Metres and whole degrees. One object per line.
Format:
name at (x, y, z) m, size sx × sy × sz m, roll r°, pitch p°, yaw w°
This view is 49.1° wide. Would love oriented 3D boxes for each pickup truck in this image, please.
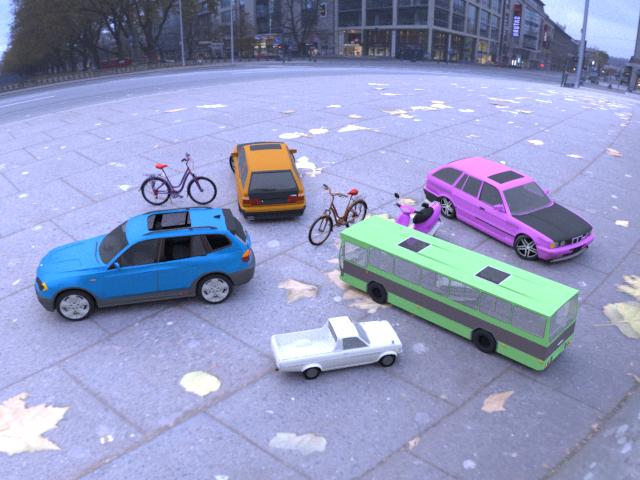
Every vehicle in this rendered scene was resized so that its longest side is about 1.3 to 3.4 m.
pickup truck at (0.203, 1.275, 8.628) m, size 1.603 × 0.511 × 0.640 m, roll -7°, pitch 28°, yaw -13°

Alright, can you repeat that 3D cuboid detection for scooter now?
scooter at (1.532, -0.300, 11.234) m, size 0.662 × 0.919 × 1.399 m, roll 23°, pitch 35°, yaw 37°

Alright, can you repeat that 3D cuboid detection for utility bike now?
utility bike at (-2.604, -1.102, 12.759) m, size 1.435 × 0.946 × 0.535 m, roll -1°, pitch 27°, yaw -1°
utility bike at (0.367, -0.461, 11.516) m, size 1.435 × 0.946 × 0.535 m, roll -24°, pitch 36°, yaw -39°

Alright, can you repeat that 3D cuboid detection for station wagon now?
station wagon at (3.152, -0.633, 11.879) m, size 1.327 × 0.920 × 3.105 m, roll -16°, pitch 32°, yaw -29°
station wagon at (-1.022, -1.360, 13.287) m, size 1.327 × 0.920 × 3.105 m, roll -4°, pitch 28°, yaw -8°

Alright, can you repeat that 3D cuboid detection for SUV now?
SUV at (-2.459, 0.242, 9.956) m, size 3.058 × 1.128 × 1.276 m, roll -6°, pitch 28°, yaw -12°

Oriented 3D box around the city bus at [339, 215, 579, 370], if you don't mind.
city bus at (1.727, 0.644, 9.432) m, size 3.255 × 0.894 × 0.926 m, roll 23°, pitch 35°, yaw 37°
